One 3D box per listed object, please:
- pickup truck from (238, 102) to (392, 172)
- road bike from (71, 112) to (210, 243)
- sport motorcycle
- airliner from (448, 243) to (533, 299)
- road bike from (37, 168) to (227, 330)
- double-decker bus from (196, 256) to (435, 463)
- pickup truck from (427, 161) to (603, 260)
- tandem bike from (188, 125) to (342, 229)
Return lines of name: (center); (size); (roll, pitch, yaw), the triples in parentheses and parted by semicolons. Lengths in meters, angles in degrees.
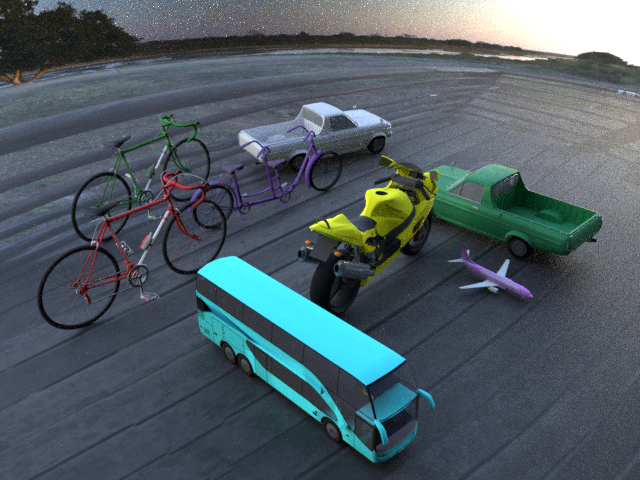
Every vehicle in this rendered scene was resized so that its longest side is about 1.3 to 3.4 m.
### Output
pickup truck: (-0.058, -2.189, 14.217); (3.117, 0.993, 1.244); (-16, 33, -27)
road bike: (-2.871, -1.082, 11.514); (0.696, 1.656, 3.004); (19, 34, 31)
sport motorcycle: (0.804, -0.099, 9.787); (0.983, 1.596, 2.955); (20, 35, 32)
airliner: (2.489, 0.454, 9.992); (1.161, 0.429, 1.307); (-24, 37, -36)
road bike: (-2.431, 0.070, 9.418); (0.696, 1.656, 3.004); (24, 37, 37)
double-decker bus: (-0.224, 1.257, 7.885); (0.756, 1.052, 3.251); (-24, 37, -37)
pickup truck: (2.876, -0.599, 11.323); (3.117, 0.993, 1.244); (25, 37, 38)
tandem bike: (-0.850, -1.122, 11.930); (3.192, 1.326, 0.550); (-21, 35, -33)
